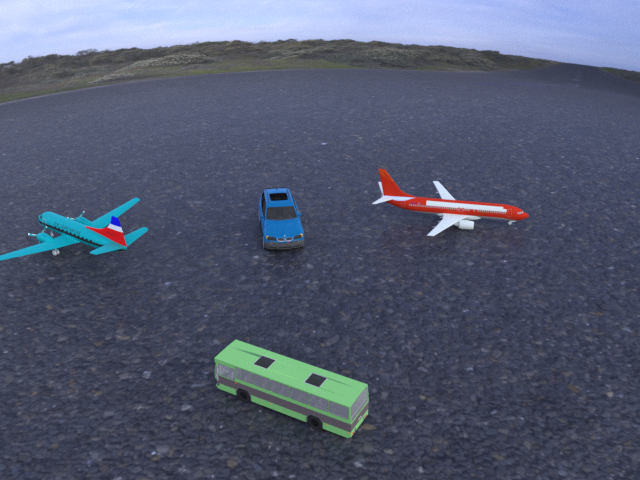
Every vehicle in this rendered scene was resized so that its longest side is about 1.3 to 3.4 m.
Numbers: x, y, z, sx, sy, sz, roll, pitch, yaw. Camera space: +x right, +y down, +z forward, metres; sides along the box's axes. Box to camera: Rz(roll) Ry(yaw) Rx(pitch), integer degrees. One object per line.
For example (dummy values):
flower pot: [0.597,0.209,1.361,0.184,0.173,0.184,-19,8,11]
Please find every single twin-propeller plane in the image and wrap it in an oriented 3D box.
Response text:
twin-propeller plane: [-3.654,-0.209,10.628,2.129,0.792,2.663,18,32,31]

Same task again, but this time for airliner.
airliner: [2.174,-0.706,11.566,2.541,0.835,2.257,5,27,9]

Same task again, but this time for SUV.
SUV: [-0.638,-0.366,11.173,0.656,0.580,1.572,-4,27,-7]

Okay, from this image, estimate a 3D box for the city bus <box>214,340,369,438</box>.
city bus: [-0.324,1.576,7.450,1.674,0.460,0.476,14,30,26]
